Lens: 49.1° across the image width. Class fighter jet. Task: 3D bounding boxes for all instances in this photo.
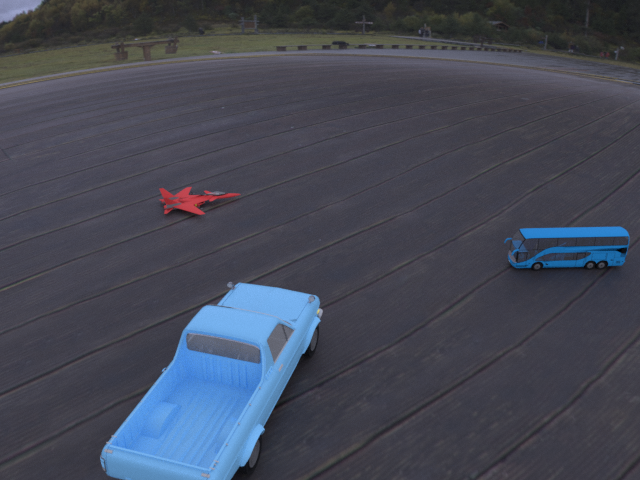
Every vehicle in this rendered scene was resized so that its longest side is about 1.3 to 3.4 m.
[{"bbox_3d":[-1.999,-0.750,11.796,1.358,0.286,1.147,-10,30,-18],"label":"fighter jet"}]

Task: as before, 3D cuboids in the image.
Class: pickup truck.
[{"bbox_3d":[-0.942,1.319,7.201,1.244,0.993,3.117,8,29,15],"label":"pickup truck"}]

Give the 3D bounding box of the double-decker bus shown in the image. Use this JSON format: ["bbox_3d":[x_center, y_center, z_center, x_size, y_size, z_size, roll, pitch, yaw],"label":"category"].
[{"bbox_3d":[3.487,0.113,9.922,1.672,0.541,0.389,-1,28,-2],"label":"double-decker bus"}]
